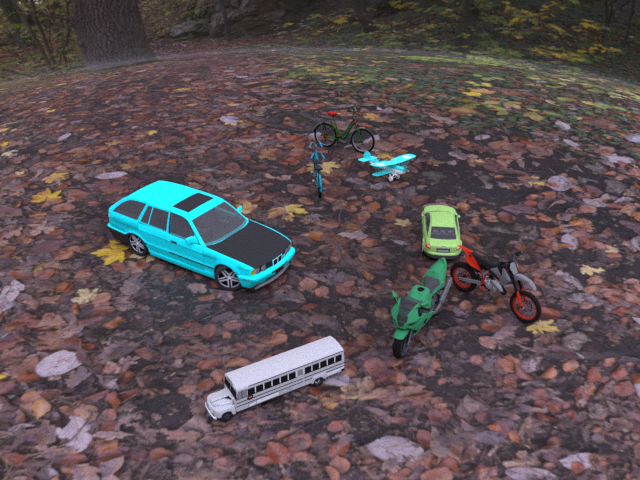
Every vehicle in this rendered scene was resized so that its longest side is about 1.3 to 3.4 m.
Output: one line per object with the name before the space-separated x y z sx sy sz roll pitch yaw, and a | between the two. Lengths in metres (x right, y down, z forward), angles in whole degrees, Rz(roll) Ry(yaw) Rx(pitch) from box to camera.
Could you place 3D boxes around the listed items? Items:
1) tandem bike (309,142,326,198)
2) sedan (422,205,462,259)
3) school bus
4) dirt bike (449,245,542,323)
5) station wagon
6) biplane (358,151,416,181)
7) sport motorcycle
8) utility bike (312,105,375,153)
tandem bike | -0.051 -1.377 13.205 0.283 0.682 1.642 -2 30 -4
sedan | 1.967 -0.216 11.371 0.635 0.483 1.613 3 30 5
school bus | -0.519 1.614 8.214 1.708 0.434 0.365 -16 33 -26
dirt bike | 2.421 0.546 9.659 0.527 0.857 1.493 -25 38 -36
station wagon | -1.872 -0.171 10.850 3.105 0.920 1.327 18 34 28
biplane | 1.282 -1.450 13.511 1.090 0.504 1.336 23 37 34
sport motorcycle | 1.304 0.878 9.114 0.506 0.821 1.520 16 33 26
utility bike | 0.503 -2.352 14.645 1.435 0.946 0.535 13 32 21
